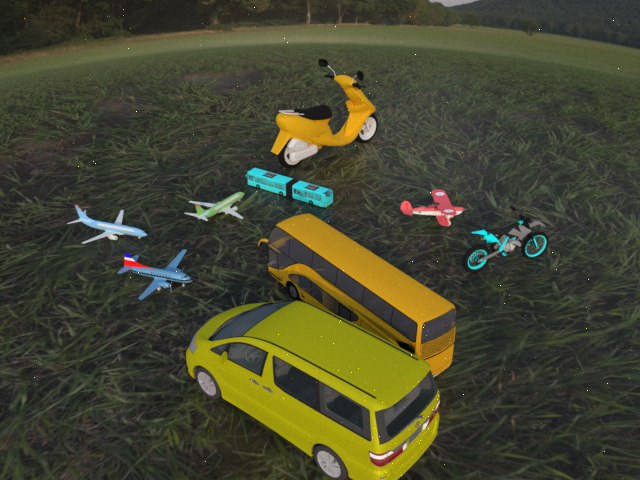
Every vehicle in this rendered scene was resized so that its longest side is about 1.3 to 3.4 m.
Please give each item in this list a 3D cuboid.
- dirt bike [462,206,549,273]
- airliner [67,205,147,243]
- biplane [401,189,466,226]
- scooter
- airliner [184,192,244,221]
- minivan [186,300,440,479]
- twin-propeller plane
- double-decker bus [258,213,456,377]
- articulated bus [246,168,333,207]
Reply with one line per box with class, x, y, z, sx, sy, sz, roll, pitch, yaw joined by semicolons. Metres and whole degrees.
dirt bike;2.787;0.011;10.384;1.493;0.857;0.527;-11;32;-18
airliner;-3.389;-0.288;11.317;1.307;0.429;1.161;9;32;15
biplane;1.879;-0.506;11.615;1.090;0.504;1.336;0;30;0
scooter;0.166;-2.490;13.737;2.721;1.786;1.288;-23;37;-34
airliner;-1.699;-0.660;11.952;1.161;0.429;1.307;17;35;27
minivan;-0.194;1.418;7.642;3.011;1.197;1.324;23;38;34
twin-propeller plane;-2.344;0.436;10.101;1.095;0.407;1.370;9;31;15
double-decker bus;0.386;0.630;9.132;0.756;1.052;3.251;-21;36;-31
articulated bus;-0.564;-0.951;12.590;1.749;0.289;0.311;18;35;28
